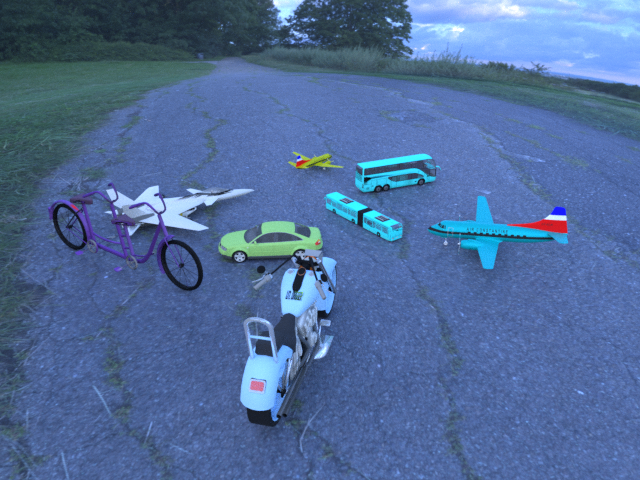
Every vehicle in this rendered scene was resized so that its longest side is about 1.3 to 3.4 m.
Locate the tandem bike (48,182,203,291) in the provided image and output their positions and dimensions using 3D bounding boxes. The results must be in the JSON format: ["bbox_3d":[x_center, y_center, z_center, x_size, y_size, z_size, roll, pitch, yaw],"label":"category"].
[{"bbox_3d":[-2.942,-0.179,10.240,3.192,1.326,0.550,16,31,29],"label":"tandem bike"}]

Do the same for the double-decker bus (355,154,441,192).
[{"bbox_3d":[1.481,-1.282,13.345,1.672,0.541,0.389,-11,28,-20],"label":"double-decker bus"}]

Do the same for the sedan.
[{"bbox_3d":[-0.766,-0.006,10.839,1.613,0.483,0.635,-2,26,-3],"label":"sedan"}]

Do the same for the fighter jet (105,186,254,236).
[{"bbox_3d":[-2.327,-0.758,12.271,2.640,0.557,2.229,-16,31,-29],"label":"fighter jet"}]

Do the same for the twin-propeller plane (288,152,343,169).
[{"bbox_3d":[-0.114,-1.637,14.211,1.370,0.407,1.095,22,34,36],"label":"twin-propeller plane"}]

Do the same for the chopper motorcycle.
[{"bbox_3d":[-0.252,0.807,8.080,0.906,1.480,3.040,6,27,13],"label":"chopper motorcycle"}]

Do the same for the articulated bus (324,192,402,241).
[{"bbox_3d":[0.713,-0.415,11.882,0.311,0.289,1.749,-19,32,-33],"label":"articulated bus"}]

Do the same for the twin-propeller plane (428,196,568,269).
[{"bbox_3d":[2.761,-0.215,10.913,2.129,0.792,2.663,4,27,9],"label":"twin-propeller plane"}]
